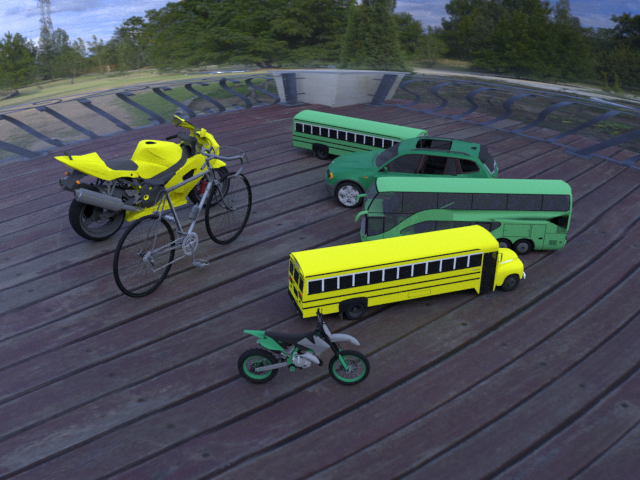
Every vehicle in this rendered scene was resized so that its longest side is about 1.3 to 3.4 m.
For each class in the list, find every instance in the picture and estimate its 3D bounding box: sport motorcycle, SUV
[{"bbox_3d":[-2.756,-1.010,11.432,2.955,1.596,0.983,-20,33,-34],"label":"sport motorcycle"},{"bbox_3d":[1.612,-1.205,12.337,3.058,1.128,1.276,7,28,13],"label":"SUV"}]

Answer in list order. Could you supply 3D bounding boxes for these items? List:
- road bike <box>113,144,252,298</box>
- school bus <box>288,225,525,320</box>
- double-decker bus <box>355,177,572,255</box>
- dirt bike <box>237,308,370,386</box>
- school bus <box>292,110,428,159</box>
[{"bbox_3d":[-1.885,-0.356,10.073,0.696,1.656,3.004,15,31,27],"label":"road bike"},{"bbox_3d":[1.246,0.402,9.475,3.322,0.844,0.709,-8,28,-16],"label":"school bus"},{"bbox_3d":[2.165,-0.398,10.825,3.251,1.052,0.756,1,27,2],"label":"double-decker bus"},{"bbox_3d":[-0.184,1.250,7.783,1.493,0.857,0.527,1,27,2],"label":"dirt bike"},{"bbox_3d":[1.000,-1.942,14.108,3.322,0.844,0.709,15,31,28],"label":"school bus"}]
